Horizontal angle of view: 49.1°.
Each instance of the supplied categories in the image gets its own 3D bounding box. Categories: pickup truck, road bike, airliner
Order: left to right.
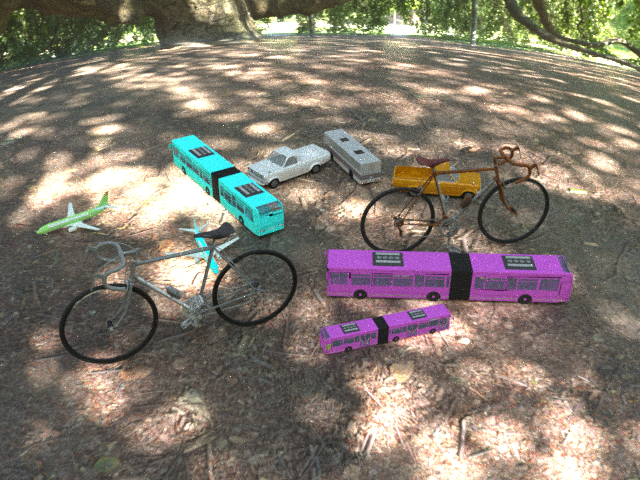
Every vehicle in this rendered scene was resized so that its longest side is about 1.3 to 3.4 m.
[{"bbox_3d":[-4.029,-0.432,11.485,1.307,0.429,1.161,-23,38,-33],"label":"airliner"},{"bbox_3d":[-1.678,0.612,8.601,3.004,1.656,0.696,-13,34,-20],"label":"road bike"},{"bbox_3d":[-1.756,0.073,10.660,1.161,0.429,1.307,-13,34,-20],"label":"airliner"},{"bbox_3d":[-0.570,-1.459,13.090,1.603,0.511,0.640,-23,38,-32],"label":"pickup truck"},{"bbox_3d":[2.085,-1.098,12.499,1.603,0.511,0.640,5,32,9],"label":"pickup truck"},{"bbox_3d":[2.081,-0.571,10.538,3.004,1.656,0.697,-5,32,-9],"label":"road bike"}]

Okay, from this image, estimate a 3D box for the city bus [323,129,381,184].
[{"bbox_3d":[0.594,-1.588,13.349,0.476,0.460,1.674,-13,34,-20],"label":"city bus"}]

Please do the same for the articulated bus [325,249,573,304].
[{"bbox_3d":[1.750,0.503,9.828,3.401,0.561,0.605,2,31,2],"label":"articulated bus"}]

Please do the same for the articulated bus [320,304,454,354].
[{"bbox_3d":[0.864,1.144,9.040,1.749,0.289,0.311,-9,33,-15],"label":"articulated bus"}]

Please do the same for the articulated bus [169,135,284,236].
[{"bbox_3d":[-1.712,-1.036,12.349,0.605,0.561,3.401,-19,36,-28],"label":"articulated bus"}]
